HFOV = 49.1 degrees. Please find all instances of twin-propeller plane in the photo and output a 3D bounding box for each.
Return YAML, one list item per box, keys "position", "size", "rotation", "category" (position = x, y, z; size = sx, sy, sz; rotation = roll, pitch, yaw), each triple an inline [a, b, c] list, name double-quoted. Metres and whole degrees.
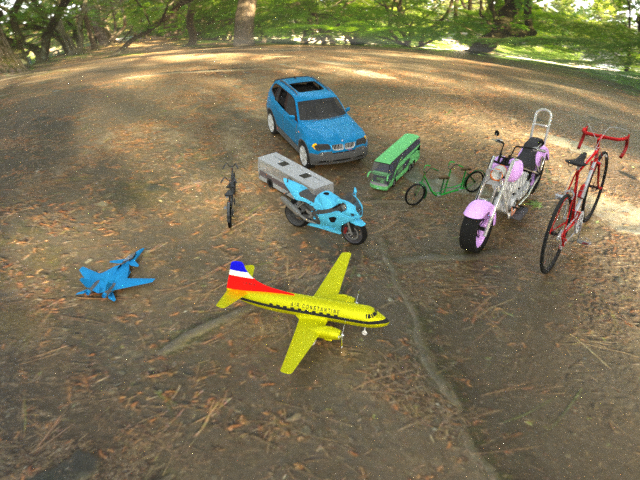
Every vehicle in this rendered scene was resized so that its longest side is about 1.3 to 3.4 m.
- position: [-0.177, 0.732, 8.698]
  size: [2.129, 0.792, 2.663]
  rotation: [8, 31, 14]
  category: "twin-propeller plane"

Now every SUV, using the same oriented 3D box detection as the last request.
- position: [-0.133, -2.414, 13.853]
  size: [1.276, 1.128, 3.058]
  rotation: [-11, 32, -19]
  category: "SUV"

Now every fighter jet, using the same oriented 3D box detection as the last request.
- position: [-2.813, 0.367, 9.844]
  size: [1.147, 0.286, 1.358]
  rotation: [8, 31, 14]
  category: "fighter jet"

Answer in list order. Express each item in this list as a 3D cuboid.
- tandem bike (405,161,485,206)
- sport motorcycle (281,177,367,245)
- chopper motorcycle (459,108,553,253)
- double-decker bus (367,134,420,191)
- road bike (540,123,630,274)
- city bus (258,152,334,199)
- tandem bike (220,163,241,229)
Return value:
- position: [2.151, -1.009, 11.849]
  size: [1.642, 0.682, 0.283]
  rotation: [-13, 32, -22]
  category: "tandem bike"
- position: [0.068, -0.446, 10.726]
  size: [1.520, 0.821, 0.506]
  rotation: [18, 35, 29]
  category: "sport motorcycle"
- position: [2.965, -0.981, 10.997]
  size: [0.906, 1.480, 3.040]
  rotation: [19, 35, 29]
  category: "chopper motorcycle"
- position: [1.373, -1.412, 12.694]
  size: [0.389, 0.541, 1.672]
  rotation: [15, 33, 24]
  category: "double-decker bus"
- position: [3.819, -0.672, 10.282]
  size: [0.697, 1.656, 3.004]
  rotation: [19, 35, 30]
  category: "road bike"
- position: [-0.440, -1.004, 12.063]
  size: [0.476, 0.460, 1.674]
  rotation: [-21, 36, -32]
  category: "city bus"
- position: [-1.459, -0.792, 11.471]
  size: [0.283, 0.682, 1.642]
  rotation: [-1, 30, -2]
  category: "tandem bike"
